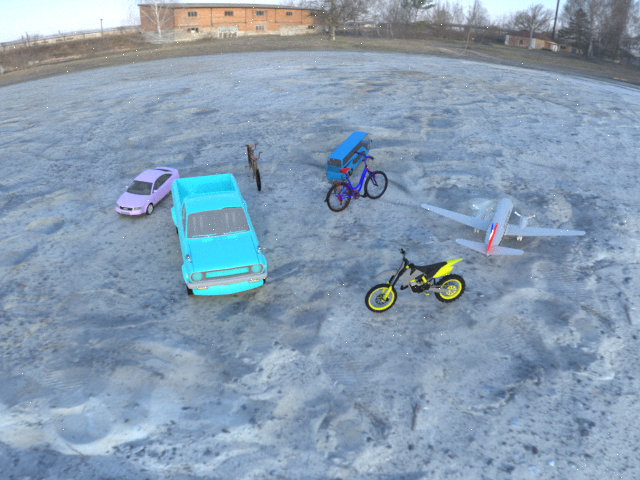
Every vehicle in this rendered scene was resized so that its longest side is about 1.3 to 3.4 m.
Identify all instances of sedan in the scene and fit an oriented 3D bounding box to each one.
[{"bbox_3d":[-3.113,-0.931,12.685,0.635,0.483,1.613,9,31,15],"label":"sedan"}]

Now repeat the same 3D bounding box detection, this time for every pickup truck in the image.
[{"bbox_3d":[-1.668,-0.267,11.032,1.244,0.993,3.117,-7,31,-13],"label":"pickup truck"}]

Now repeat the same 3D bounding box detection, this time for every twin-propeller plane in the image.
[{"bbox_3d":[2.890,-0.314,11.314,2.663,0.792,2.129,11,32,19],"label":"twin-propeller plane"}]

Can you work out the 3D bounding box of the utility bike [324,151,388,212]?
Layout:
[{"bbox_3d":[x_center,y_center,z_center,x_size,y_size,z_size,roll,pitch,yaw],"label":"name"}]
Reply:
[{"bbox_3d":[0.628,-1.065,12.454,1.435,0.946,0.535,-20,35,-30],"label":"utility bike"}]

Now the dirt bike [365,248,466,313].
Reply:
[{"bbox_3d":[1.344,0.584,9.701,1.493,0.857,0.527,-7,31,-12],"label":"dirt bike"}]

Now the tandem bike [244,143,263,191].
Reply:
[{"bbox_3d":[-1.283,-1.526,13.513,0.283,0.682,1.642,-7,31,-11],"label":"tandem bike"}]

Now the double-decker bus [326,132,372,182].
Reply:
[{"bbox_3d":[0.585,-1.682,13.921,0.389,0.541,1.672,12,32,19],"label":"double-decker bus"}]
